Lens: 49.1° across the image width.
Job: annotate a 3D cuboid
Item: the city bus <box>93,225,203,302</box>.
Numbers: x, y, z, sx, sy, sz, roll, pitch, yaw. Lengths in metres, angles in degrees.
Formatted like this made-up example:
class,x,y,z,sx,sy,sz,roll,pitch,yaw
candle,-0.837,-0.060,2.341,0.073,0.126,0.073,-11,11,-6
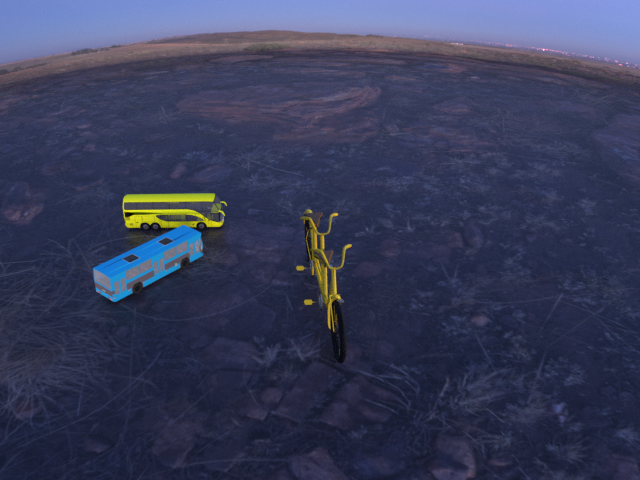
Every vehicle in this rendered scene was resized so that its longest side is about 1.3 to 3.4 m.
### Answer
class,x,y,z,sx,sy,sz,roll,pitch,yaw
city bus,-2.480,0.337,10.278,0.476,0.460,1.674,22,36,34

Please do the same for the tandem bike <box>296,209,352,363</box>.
class,x,y,z,sx,sy,sz,roll,pitch,yaw
tandem bike,0.035,0.297,9.473,0.550,1.326,3.192,-4,30,-8

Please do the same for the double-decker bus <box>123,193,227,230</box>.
class,x,y,z,sx,sy,sz,roll,pitch,yaw
double-decker bus,-2.402,-0.479,11.630,1.672,0.541,0.389,-1,30,-1
